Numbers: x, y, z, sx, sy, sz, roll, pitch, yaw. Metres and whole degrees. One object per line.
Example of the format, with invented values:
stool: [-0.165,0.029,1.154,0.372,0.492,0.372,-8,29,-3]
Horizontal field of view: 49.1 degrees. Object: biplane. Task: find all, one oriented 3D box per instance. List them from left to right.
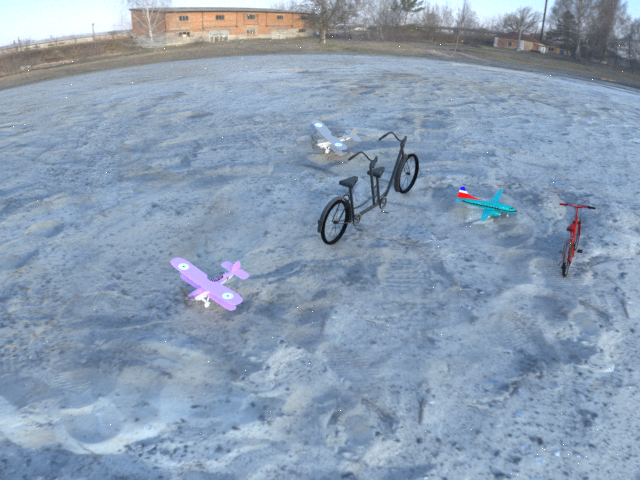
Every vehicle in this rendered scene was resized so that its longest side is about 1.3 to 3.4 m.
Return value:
biplane: [-1.513,0.633,10.070,1.336,0.504,1.090,22,36,33]
biplane: [0.329,-2.142,14.915,1.090,0.504,1.336,-15,33,-24]

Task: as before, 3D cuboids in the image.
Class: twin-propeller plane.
twin-propeller plane: [2.969,-0.675,12.451,1.095,0.407,1.370,14,33,23]

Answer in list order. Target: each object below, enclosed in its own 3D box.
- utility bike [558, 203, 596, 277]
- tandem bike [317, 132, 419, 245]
utility bike: [3.880,-0.068,10.850,0.535,0.946,1.435,14,33,23]
tandem bike: [0.917,-0.985,12.068,0.550,1.326,3.192,20,35,31]
